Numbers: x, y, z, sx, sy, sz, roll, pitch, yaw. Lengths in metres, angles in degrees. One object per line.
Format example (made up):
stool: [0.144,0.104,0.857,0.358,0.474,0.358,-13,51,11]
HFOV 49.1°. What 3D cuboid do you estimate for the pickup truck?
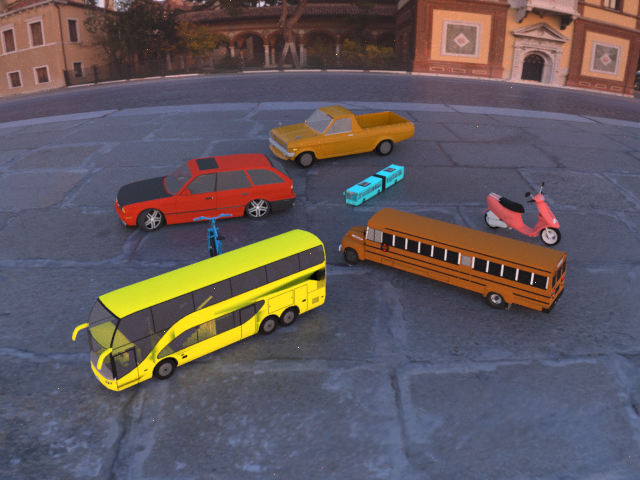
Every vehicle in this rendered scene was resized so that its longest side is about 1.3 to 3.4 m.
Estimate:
pickup truck: [0.477,-2.352,15.157,3.117,0.993,1.244,-11,28,-22]

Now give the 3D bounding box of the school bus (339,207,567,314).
school bus: [1.793,0.217,10.111,3.322,0.844,0.709,16,31,30]

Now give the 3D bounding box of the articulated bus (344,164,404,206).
articulated bus: [1.061,-1.066,13.343,0.311,0.289,1.749,17,31,31]

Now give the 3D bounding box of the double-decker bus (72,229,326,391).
double-decker bus: [-1.339,0.813,8.665,3.251,1.052,0.756,-20,32,-34]

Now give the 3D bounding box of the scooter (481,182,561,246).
scooter: [3.306,-0.478,11.436,1.399,0.919,0.662,20,33,35]

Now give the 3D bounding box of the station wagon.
station wagon: [-2.026,-0.915,12.322,3.105,0.920,1.327,-7,27,-15]

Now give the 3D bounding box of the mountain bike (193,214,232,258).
mountain bike: [-1.486,0.157,10.205,0.573,0.868,1.469,-8,27,-16]
